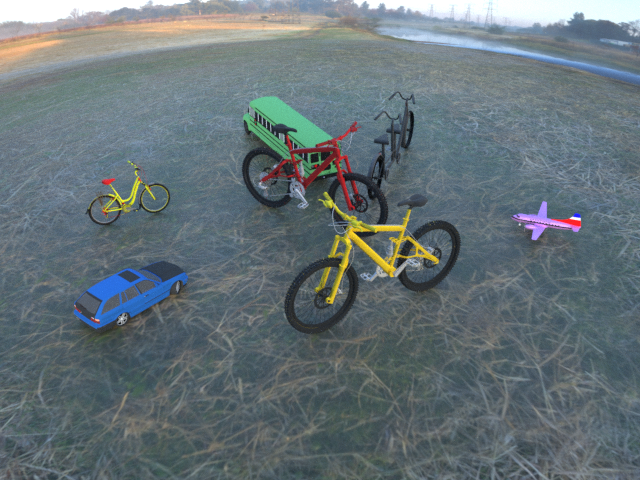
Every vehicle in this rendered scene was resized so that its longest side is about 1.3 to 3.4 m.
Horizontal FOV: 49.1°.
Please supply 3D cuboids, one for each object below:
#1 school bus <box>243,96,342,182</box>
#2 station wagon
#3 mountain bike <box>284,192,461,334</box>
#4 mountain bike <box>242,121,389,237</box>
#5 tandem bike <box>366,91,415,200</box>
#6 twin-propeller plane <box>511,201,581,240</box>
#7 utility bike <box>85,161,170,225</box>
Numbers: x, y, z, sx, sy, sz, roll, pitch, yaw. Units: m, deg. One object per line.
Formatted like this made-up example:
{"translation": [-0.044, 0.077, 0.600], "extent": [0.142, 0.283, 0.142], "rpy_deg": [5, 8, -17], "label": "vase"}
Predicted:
{"translation": [-0.655, -2.095, 13.873], "extent": [0.709, 0.844, 3.322], "rpy_deg": [-15, 34, -23], "label": "school bus"}
{"translation": [-2.567, 0.673, 9.629], "extent": [0.682, 0.473, 1.597], "rpy_deg": [23, 38, 33], "label": "station wagon"}
{"translation": [0.774, 0.214, 9.214], "extent": [2.857, 1.688, 1.114], "rpy_deg": [-18, 35, -27], "label": "mountain bike"}
{"translation": [-0.150, -1.057, 11.327], "extent": [2.857, 1.688, 1.114], "rpy_deg": [19, 36, 29], "label": "mountain bike"}
{"translation": [1.358, -1.870, 13.032], "extent": [0.550, 1.326, 3.192], "rpy_deg": [11, 33, 17], "label": "tandem bike"}
{"translation": [3.669, -0.335, 11.369], "extent": [1.095, 0.407, 1.370], "rpy_deg": [12, 33, 19], "label": "twin-propeller plane"}
{"translation": [-3.219, -0.794, 11.611], "extent": [1.435, 0.946, 0.535], "rpy_deg": [-16, 35, -25], "label": "utility bike"}
